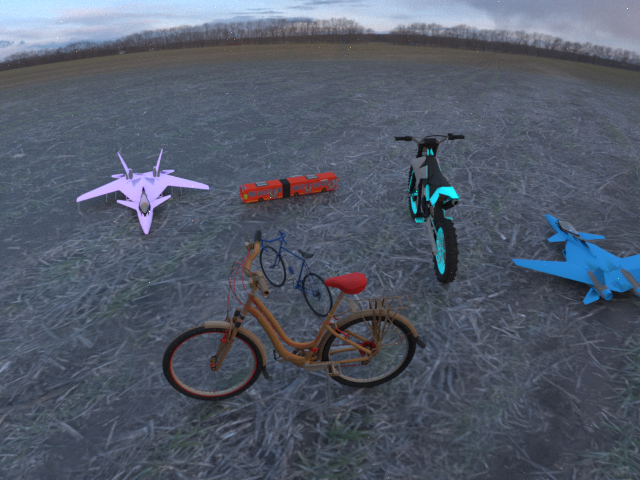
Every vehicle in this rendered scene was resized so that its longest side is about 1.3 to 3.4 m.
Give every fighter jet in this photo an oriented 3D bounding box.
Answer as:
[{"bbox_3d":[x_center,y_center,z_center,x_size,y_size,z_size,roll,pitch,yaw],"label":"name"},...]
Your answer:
[{"bbox_3d":[3.845,0.035,10.206,2.229,0.557,2.640,-3,28,-6],"label":"fighter jet"},{"bbox_3d":[-2.995,-0.835,11.876,2.229,0.557,2.640,-6,28,-12],"label":"fighter jet"}]

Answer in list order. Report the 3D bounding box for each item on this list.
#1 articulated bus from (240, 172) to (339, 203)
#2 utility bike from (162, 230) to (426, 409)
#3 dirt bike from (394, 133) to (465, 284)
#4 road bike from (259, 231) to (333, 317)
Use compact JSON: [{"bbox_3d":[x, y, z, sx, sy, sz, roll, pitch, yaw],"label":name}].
[{"bbox_3d":[-0.535,-0.928,12.345,1.749,0.289,0.311,-10,29,-18],"label":"articulated bus"},{"bbox_3d":[-0.227,0.927,7.108,2.791,1.839,1.039,-4,28,-7],"label":"utility bike"},{"bbox_3d":[1.628,-0.649,10.319,1.024,1.666,2.903,-2,28,-4],"label":"dirt bike"},{"bbox_3d":[-0.340,0.417,9.155,0.358,0.852,1.545,-21,34,-35],"label":"road bike"}]
